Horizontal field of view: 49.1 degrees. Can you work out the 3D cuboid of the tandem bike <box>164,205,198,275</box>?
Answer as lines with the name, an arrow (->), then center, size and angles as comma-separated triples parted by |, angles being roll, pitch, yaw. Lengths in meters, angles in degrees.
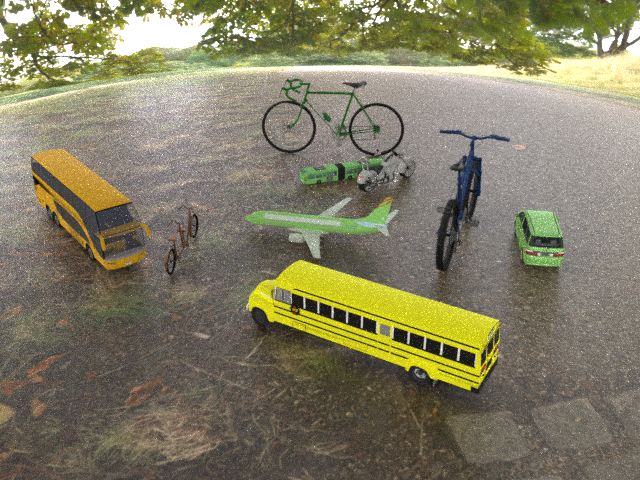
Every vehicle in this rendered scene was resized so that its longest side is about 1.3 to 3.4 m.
tandem bike -> -2.160, -0.068, 10.926 | 0.283, 0.682, 1.642 | 3, 28, 7

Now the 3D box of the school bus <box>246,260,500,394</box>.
school bus -> 0.536, 0.981, 8.762 | 3.322, 0.844, 0.709 | 16, 32, 27

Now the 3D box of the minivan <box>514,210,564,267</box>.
minivan -> 3.470, -0.132, 11.120 | 0.681, 0.616, 1.548 | 4, 28, 7

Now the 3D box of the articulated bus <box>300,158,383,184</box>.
articulated bus -> 0.476, -1.357, 13.796 | 1.749, 0.289, 0.311 | -9, 29, -17

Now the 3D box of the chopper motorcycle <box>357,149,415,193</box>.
chopper motorcycle -> 1.298, -1.401, 13.374 | 1.563, 0.761, 0.466 | -24, 36, -38

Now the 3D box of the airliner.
airliner -> -0.037, -0.434, 11.458 | 2.541, 0.835, 2.257 | 7, 29, 13

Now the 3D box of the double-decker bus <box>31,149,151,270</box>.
double-decker bus -> -3.830, -0.542, 11.431 | 0.756, 1.052, 3.251 | -20, 34, -33

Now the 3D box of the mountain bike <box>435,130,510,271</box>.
mountain bike -> 2.258, -0.720, 11.086 | 1.114, 1.688, 2.857 | 11, 30, 19

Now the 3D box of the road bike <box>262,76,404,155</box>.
road bike -> 0.261, -2.567, 14.627 | 3.004, 1.656, 0.697 | 2, 28, 5
